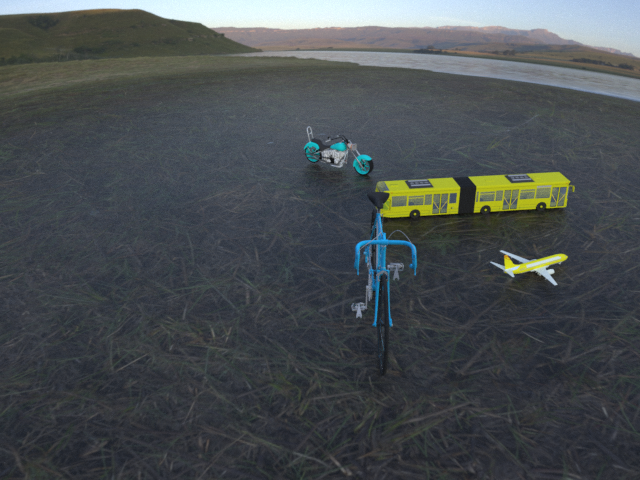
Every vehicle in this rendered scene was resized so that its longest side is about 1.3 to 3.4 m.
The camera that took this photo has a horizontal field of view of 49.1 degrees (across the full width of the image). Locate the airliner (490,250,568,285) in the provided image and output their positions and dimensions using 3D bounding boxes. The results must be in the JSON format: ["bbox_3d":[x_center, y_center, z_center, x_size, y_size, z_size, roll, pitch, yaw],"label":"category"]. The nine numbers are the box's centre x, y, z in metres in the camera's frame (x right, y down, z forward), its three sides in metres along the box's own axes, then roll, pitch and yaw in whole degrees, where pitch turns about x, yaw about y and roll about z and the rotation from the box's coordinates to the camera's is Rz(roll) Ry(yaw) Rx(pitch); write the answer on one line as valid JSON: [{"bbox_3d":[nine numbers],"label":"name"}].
[{"bbox_3d":[3.169,0.281,10.278,1.307,0.429,1.161,-13,30,-24],"label":"airliner"}]

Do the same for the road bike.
[{"bbox_3d":[0.741,0.343,8.800,0.696,1.656,3.004,0,27,1],"label":"road bike"}]

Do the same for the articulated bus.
[{"bbox_3d":[2.684,-0.790,12.244,3.401,0.561,0.605,-4,27,-7],"label":"articulated bus"}]

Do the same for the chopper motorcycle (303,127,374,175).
[{"bbox_3d":[0.358,-1.779,13.973,1.563,0.761,0.466,16,31,28],"label":"chopper motorcycle"}]
